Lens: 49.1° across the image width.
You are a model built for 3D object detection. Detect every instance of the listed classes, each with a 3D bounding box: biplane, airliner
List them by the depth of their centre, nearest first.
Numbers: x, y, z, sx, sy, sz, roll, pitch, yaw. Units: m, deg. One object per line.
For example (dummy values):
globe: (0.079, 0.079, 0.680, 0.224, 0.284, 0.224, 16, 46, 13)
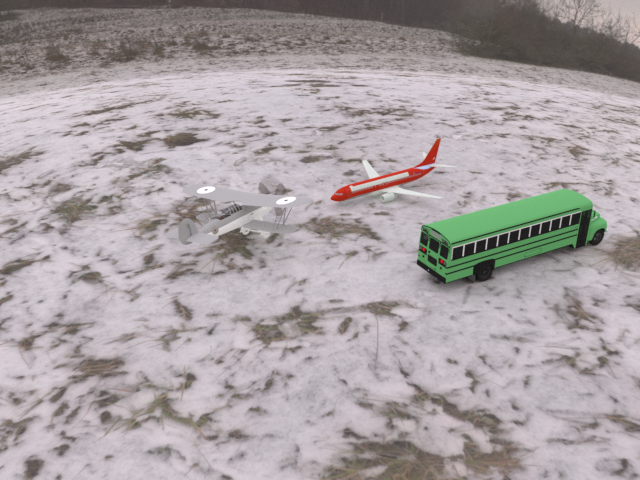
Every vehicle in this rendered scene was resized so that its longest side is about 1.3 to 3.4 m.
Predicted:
biplane: (-1.384, -0.343, 10.776, 2.598, 0.981, 2.120, 19, 32, 33)
airliner: (1.248, -1.239, 12.731, 2.541, 0.835, 2.257, -16, 31, -29)

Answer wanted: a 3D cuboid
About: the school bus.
school bus: (2.999, -0.115, 10.472, 3.322, 0.844, 0.709, -14, 30, -26)
